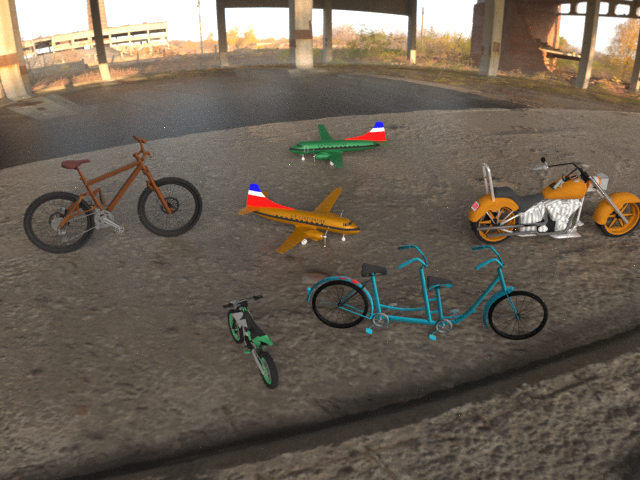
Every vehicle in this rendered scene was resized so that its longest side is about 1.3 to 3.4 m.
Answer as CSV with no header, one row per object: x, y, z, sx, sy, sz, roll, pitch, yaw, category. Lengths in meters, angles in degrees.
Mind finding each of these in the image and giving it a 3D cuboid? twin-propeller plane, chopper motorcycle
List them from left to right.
-0.309,-0.466,11.958,2.129,0.792,2.663,11,30,19,twin-propeller plane
0.389,-2.126,15.076,2.129,0.792,2.663,-4,28,-7,twin-propeller plane
3.952,-0.654,11.580,3.040,1.480,0.906,-5,28,-9,chopper motorcycle

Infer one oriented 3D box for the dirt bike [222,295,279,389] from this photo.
-0.877,1.193,8.773,0.527,0.857,1.493,-14,31,-25,dirt bike

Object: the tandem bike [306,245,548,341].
1.402,0.692,9.215,3.192,1.326,0.550,3,28,6,tandem bike

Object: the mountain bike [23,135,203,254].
-3.356,-0.674,11.396,2.857,1.688,1.114,-9,29,-17,mountain bike
